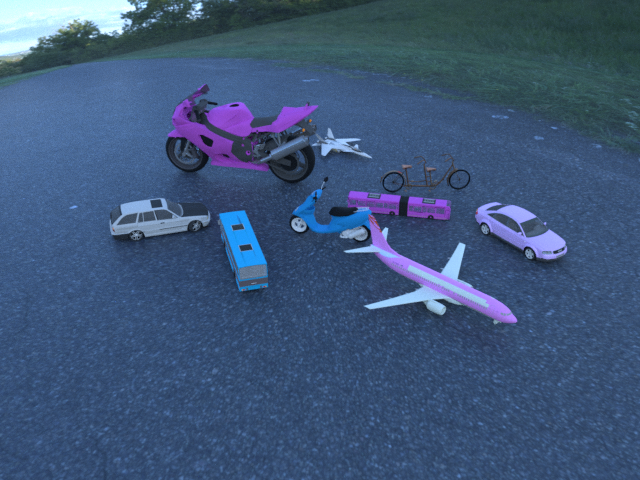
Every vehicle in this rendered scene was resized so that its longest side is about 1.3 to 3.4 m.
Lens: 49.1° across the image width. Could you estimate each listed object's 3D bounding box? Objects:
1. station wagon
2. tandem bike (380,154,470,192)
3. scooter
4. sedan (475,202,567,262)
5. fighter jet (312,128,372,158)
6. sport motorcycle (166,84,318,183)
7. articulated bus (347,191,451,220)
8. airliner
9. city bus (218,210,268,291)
[{"bbox_3d":[-2.589,-0.391,11.341,1.597,0.473,0.682,-9,31,-15],"label":"station wagon"},{"bbox_3d":[1.894,-1.183,12.502,1.642,0.682,0.283,-2,30,-4],"label":"tandem bike"},{"bbox_3d":[0.179,-0.437,10.976,1.399,0.919,0.662,8,31,14],"label":"scooter"},{"bbox_3d":[3.143,-0.186,10.977,0.635,0.483,1.613,-18,35,-29],"label":"sedan"},{"bbox_3d":[0.524,-1.918,14.167,1.358,0.286,1.147,24,38,35],"label":"fighter jet"},{"bbox_3d":[-1.472,-1.888,12.808,2.955,1.596,0.983,6,31,11],"label":"sport motorcycle"},{"bbox_3d":[1.325,-0.587,11.864,1.749,0.289,0.311,6,31,11],"label":"articulated bus"},{"bbox_3d":[1.594,0.408,9.599,2.541,0.835,2.257,25,38,36],"label":"airliner"},{"bbox_3d":[-1.152,0.153,10.415,0.476,0.460,1.674,-8,31,-14],"label":"city bus"}]
